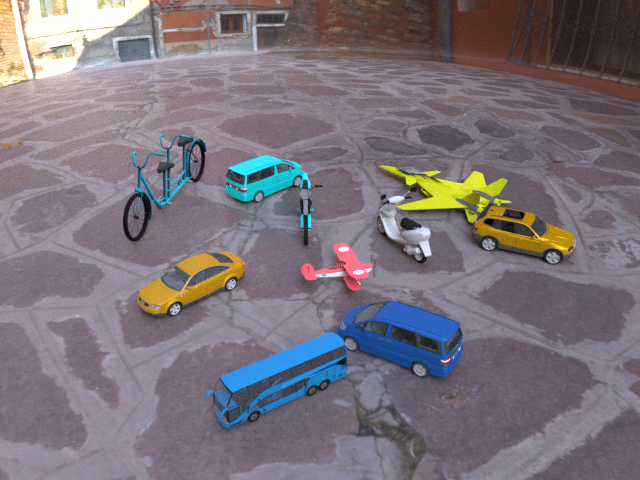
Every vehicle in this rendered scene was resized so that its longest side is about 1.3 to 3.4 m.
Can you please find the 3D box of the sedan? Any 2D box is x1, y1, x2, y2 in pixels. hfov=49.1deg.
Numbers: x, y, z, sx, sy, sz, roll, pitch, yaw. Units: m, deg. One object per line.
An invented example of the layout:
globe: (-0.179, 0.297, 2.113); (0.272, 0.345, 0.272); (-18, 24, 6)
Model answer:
sedan: (-1.784, 0.548, 9.749); (1.613, 0.483, 0.635); (-24, 37, -36)

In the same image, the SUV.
SUV: (3.156, -0.118, 10.838); (1.572, 0.580, 0.656); (13, 32, 21)

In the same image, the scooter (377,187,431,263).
scooter: (1.280, -0.276, 10.774); (0.662, 0.919, 1.399); (-15, 32, -24)

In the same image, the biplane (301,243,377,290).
biplane: (0.269, 0.423, 9.950); (1.090, 0.504, 1.336); (-6, 30, -10)

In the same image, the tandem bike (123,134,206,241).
tandem bike: (-2.595, -1.163, 11.942); (0.550, 1.326, 3.192); (7, 30, 13)

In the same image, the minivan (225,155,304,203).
minivan: (-0.970, -1.183, 12.703); (1.548, 0.616, 0.681); (-26, 38, -38)

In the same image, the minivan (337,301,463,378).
minivan: (0.959, 1.131, 8.572); (1.548, 0.616, 0.681); (17, 33, 27)

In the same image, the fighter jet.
fighter jet: (2.042, -1.102, 12.619); (2.229, 0.557, 2.640); (-24, 37, -36)

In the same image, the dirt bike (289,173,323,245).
dirt bike: (-0.226, -0.571, 11.364); (0.527, 0.857, 1.493); (-1, 29, -1)

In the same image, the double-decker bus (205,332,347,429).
double-decker bus: (-0.448, 1.570, 7.864); (1.672, 0.541, 0.389); (-18, 34, -29)
